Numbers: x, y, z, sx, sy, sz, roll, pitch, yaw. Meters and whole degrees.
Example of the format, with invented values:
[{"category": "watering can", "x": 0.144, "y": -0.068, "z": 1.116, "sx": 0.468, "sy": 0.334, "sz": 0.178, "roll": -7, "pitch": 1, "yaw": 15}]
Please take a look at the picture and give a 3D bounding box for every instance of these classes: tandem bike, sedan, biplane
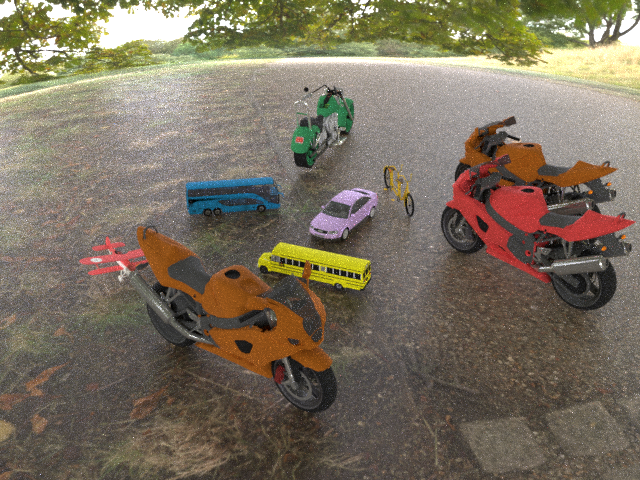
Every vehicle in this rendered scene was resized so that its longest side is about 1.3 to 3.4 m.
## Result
[{"category": "tandem bike", "x": 1.394, "y": -1.005, "z": 12.432, "sx": 0.283, "sy": 0.682, "sz": 1.642, "roll": -6, "pitch": 29, "yaw": -11}, {"category": "sedan", "x": 0.409, "y": -0.482, "z": 11.686, "sx": 0.635, "sy": 0.483, "sz": 1.613, "roll": 16, "pitch": 33, "yaw": 27}, {"category": "biplane", "x": -2.905, "y": 0.268, "z": 10.297, "sx": 1.336, "sy": 0.504, "sz": 1.090, "roll": -21, "pitch": 35, "yaw": -33}]

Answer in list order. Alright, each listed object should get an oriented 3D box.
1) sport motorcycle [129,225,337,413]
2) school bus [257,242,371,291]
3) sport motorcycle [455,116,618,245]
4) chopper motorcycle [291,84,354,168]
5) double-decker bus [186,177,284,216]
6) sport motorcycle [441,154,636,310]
[{"category": "sport motorcycle", "x": -1.019, "y": 0.876, "z": 8.052, "sx": 2.955, "sy": 1.596, "sz": 0.983, "roll": 20, "pitch": 35, "yaw": 32}, {"category": "school bus", "x": -0.115, "y": 0.374, "z": 10.177, "sx": 1.708, "sy": 0.434, "sz": 0.365, "roll": 11, "pitch": 31, "yaw": 20}, {"category": "sport motorcycle", "x": 3.367, "y": -0.965, "z": 11.409, "sx": 0.983, "sy": 1.596, "sz": 2.955, "roll": -21, "pitch": 35, "yaw": -33}, {"category": "chopper motorcycle", "x": 0.133, "y": -2.530, "z": 14.382, "sx": 0.906, "sy": 1.480, "sz": 3.040, "roll": 10, "pitch": 30, "yaw": 18}, {"category": "double-decker bus", "x": -1.474, "y": -0.762, "z": 12.135, "sx": 1.672, "sy": 0.541, "sz": 0.389, "roll": -5, "pitch": 29, "yaw": -8}, {"category": "sport motorcycle", "x": 2.910, "y": -0.143, "z": 9.910, "sx": 0.983, "sy": 1.596, "sz": 2.955, "roll": -23, "pitch": 36, "yaw": -35}]
